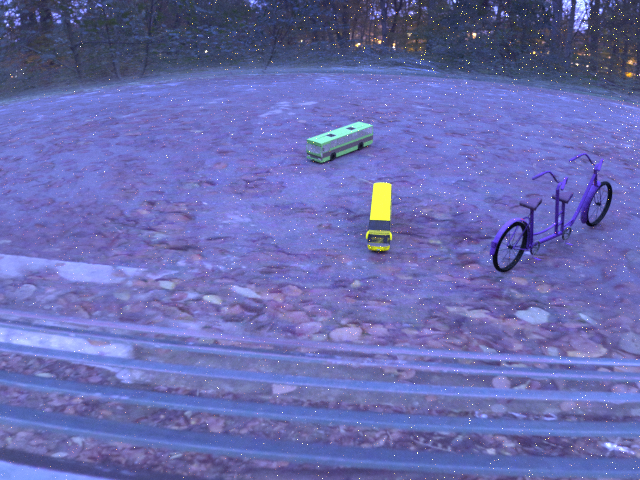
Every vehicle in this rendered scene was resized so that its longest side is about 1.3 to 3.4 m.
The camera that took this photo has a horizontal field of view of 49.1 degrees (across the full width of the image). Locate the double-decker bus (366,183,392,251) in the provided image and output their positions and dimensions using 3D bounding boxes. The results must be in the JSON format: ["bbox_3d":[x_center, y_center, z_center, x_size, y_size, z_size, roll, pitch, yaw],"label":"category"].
[{"bbox_3d":[0.971,-0.374,11.231,0.389,0.541,1.672,3,27,6],"label":"double-decker bus"}]

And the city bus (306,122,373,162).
[{"bbox_3d":[0.432,-2.040,14.656,0.476,0.460,1.674,22,34,37],"label":"city bus"}]

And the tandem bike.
[{"bbox_3d":[3.591,-0.475,10.555,3.192,1.326,0.550,-21,33,-35],"label":"tandem bike"}]
